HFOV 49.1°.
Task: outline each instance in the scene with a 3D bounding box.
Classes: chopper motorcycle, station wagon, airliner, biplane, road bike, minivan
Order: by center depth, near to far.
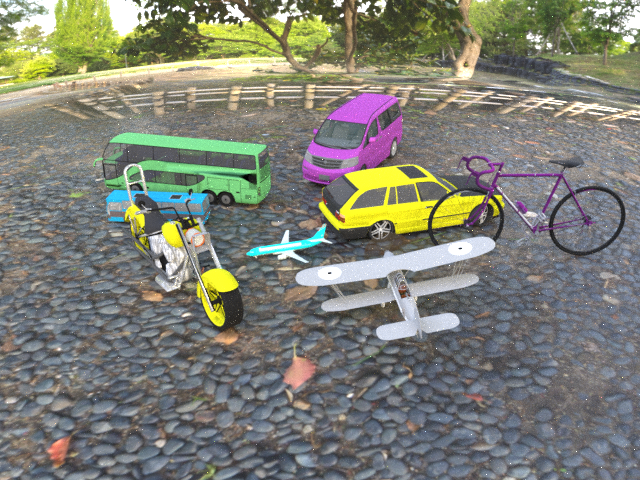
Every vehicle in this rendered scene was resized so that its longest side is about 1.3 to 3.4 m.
[{"bbox_3d":[1.010,0.658,8.922,2.598,0.981,2.120,-3,26,-5],"label":"biplane"},{"bbox_3d":[-1.959,0.032,9.622,0.906,1.480,3.040,-18,32,-32],"label":"chopper motorcycle"},{"bbox_3d":[3.127,-0.492,10.481,3.004,1.656,0.697,-1,26,-1],"label":"road bike"},{"bbox_3d":[-0.500,0.022,10.825,1.307,0.429,1.161,-8,27,-15],"label":"airliner"},{"bbox_3d":[1.584,-0.736,11.802,3.105,0.920,1.327,-8,28,-16],"label":"station wagon"},{"bbox_3d":[0.708,-2.049,14.139,1.324,1.197,3.011,12,29,22],"label":"minivan"}]

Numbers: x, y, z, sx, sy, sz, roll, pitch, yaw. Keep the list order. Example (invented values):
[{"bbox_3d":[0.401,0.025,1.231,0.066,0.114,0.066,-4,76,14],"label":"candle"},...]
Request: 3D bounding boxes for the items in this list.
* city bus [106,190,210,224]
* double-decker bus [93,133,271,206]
[{"bbox_3d":[-2.745,-0.533,11.912,1.674,0.460,0.476,3,26,5],"label":"city bus"},{"bbox_3d":[-2.511,-1.318,12.829,3.251,1.052,0.756,7,27,14],"label":"double-decker bus"}]
